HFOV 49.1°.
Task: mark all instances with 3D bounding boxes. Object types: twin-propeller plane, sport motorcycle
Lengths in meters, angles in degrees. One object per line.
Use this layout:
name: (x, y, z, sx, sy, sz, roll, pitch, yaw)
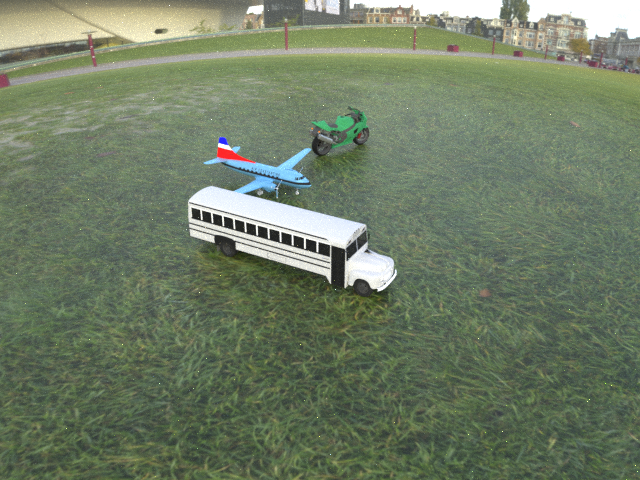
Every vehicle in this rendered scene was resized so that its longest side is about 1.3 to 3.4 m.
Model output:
twin-propeller plane: (-1.067, -1.361, 12.919, 2.129, 0.792, 2.663, 16, 33, 27)
sport motorcycle: (0.436, -2.254, 14.528, 1.520, 0.821, 0.506, -20, 34, -32)

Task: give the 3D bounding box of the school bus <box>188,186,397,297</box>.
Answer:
school bus: (-0.450, -0.029, 10.419, 3.322, 0.844, 0.709, 15, 32, 26)
